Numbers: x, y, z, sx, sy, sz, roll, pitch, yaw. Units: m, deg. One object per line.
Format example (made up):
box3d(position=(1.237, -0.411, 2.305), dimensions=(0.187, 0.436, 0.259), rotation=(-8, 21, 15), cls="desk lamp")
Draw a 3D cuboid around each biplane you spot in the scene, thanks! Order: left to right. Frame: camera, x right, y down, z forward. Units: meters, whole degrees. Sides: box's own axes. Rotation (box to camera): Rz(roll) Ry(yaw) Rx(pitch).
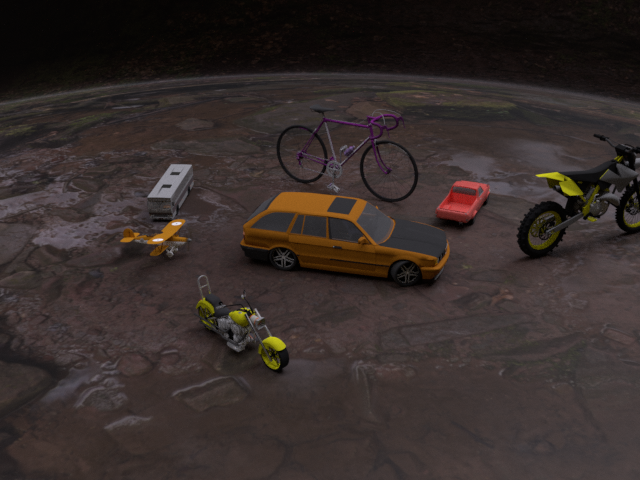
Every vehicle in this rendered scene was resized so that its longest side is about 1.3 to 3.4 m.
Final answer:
box3d(position=(-2.514, -0.015, 10.854), dimensions=(1.090, 0.504, 1.336), rotation=(3, 26, 6), cls="biplane")

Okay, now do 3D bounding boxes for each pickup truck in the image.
box3d(position=(2.530, -0.719, 12.289), dimensions=(0.640, 0.511, 1.603), rotation=(12, 28, 23), cls="pickup truck")

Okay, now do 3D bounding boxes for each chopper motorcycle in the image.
box3d(position=(-0.971, 0.998, 8.486), dimensions=(1.563, 0.761, 0.466), rotation=(22, 34, 38), cls="chopper motorcycle")

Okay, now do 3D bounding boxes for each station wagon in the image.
box3d(position=(0.398, -0.103, 10.560), dimensions=(3.105, 0.920, 1.327), rotation=(7, 27, 14), cls="station wagon")

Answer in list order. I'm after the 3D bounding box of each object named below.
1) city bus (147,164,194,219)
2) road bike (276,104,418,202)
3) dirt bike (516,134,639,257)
box3d(position=(-2.676, -0.872, 12.661), dimensions=(0.476, 0.460, 1.674), rotation=(1, 26, 3), cls="city bus")
box3d(position=(0.439, -1.661, 12.914), dimensions=(3.004, 1.656, 0.697), rotation=(15, 30, 28), cls="road bike")
box3d(position=(4.302, -0.697, 10.927), dimensions=(2.903, 1.666, 1.024), rotation=(-12, 28, -22), cls="dirt bike")
